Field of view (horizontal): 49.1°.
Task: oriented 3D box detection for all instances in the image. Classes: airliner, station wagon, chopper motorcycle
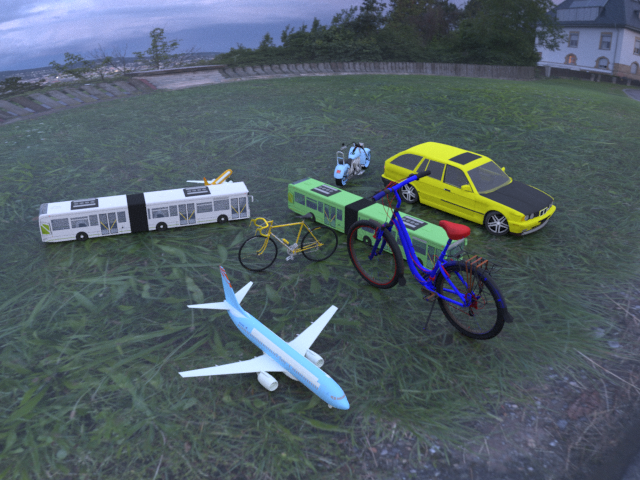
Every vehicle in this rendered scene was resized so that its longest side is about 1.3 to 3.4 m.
[{"bbox_3d":[-0.497,1.121,8.160,2.257,0.835,2.541,-20,33,-34],"label":"airliner"},{"bbox_3d":[2.564,-0.992,12.256,1.327,0.920,3.105,-24,35,-39],"label":"station wagon"},{"bbox_3d":[-1.920,-1.191,13.197,1.161,0.429,1.307,7,28,14],"label":"airliner"},{"bbox_3d":[0.657,-1.568,13.575,0.466,0.761,1.563,12,29,22],"label":"chopper motorcycle"}]

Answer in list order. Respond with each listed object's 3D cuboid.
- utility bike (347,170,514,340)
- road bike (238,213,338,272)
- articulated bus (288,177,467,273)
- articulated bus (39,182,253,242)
[{"bbox_3d":[1.250,0.181,8.911,1.039,1.839,2.791,-22,34,-37],"label":"utility bike"},{"bbox_3d":[-0.457,0.014,10.337,1.545,0.852,0.358,-9,28,-17],"label":"road bike"},{"bbox_3d":[0.797,-0.287,11.256,0.605,0.561,3.401,-24,35,-39],"label":"articulated bus"},{"bbox_3d":[-2.836,-0.474,11.628,3.401,0.561,0.605,-8,28,-15],"label":"articulated bus"}]
